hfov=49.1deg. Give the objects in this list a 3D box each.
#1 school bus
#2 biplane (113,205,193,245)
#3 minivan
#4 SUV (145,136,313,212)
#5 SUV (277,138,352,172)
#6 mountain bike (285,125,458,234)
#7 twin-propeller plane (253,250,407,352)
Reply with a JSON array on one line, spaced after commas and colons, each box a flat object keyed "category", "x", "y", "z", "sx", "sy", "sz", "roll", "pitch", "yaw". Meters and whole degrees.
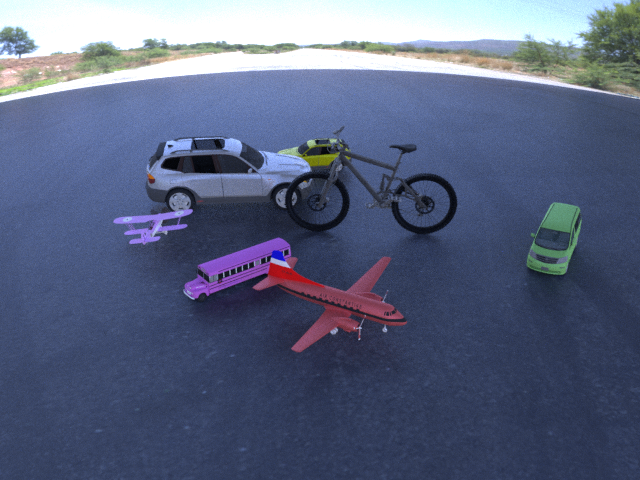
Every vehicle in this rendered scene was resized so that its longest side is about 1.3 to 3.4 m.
[{"category": "school bus", "x": -1.208, "y": 0.426, "z": 10.322, "sx": 1.708, "sy": 0.434, "sz": 0.365, "roll": -20, "pitch": 33, "yaw": -33}, {"category": "biplane", "x": -2.756, "y": -0.187, "z": 11.428, "sx": 1.336, "sy": 0.504, "sz": 1.090, "roll": 2, "pitch": 27, "yaw": 3}, {"category": "minivan", "x": 3.707, "y": -0.031, "z": 11.006, "sx": 0.681, "sy": 0.616, "sz": 1.548, "roll": 13, "pitch": 30, "yaw": 23}, {"category": "SUV", "x": -1.648, "y": -1.259, "z": 12.818, "sx": 3.058, "sy": 1.128, "sz": 1.276, "roll": -3, "pitch": 28, "yaw": -5}, {"category": "SUV", "x": -0.133, "y": -1.746, "z": 14.353, "sx": 1.572, "sy": 0.580, "sz": 0.656, "roll": -3, "pitch": 28, "yaw": -7}, {"category": "mountain bike", "x": 0.839, "y": -0.886, "z": 11.491, "sx": 2.857, "sy": 1.688, "sz": 1.114, "roll": 2, "pitch": 27, "yaw": 3}, {"category": "twin-propeller plane", "x": 0.192, "y": 0.696, "z": 9.412, "sx": 2.129, "sy": 0.792, "sz": 2.663, "roll": 15, "pitch": 31, "yaw": 26}]
